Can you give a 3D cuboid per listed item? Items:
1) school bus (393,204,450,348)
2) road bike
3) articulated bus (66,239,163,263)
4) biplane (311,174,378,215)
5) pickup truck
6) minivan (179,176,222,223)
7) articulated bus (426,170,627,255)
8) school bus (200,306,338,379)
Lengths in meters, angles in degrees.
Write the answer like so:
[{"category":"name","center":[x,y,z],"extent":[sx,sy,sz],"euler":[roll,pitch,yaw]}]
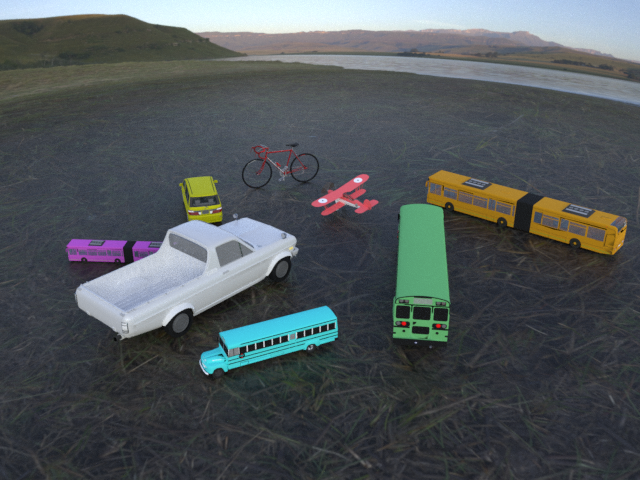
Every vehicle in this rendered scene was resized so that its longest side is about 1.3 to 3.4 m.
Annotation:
[{"category":"school bus","center":[1.411,0.317,9.834],"extent":[0.709,0.844,3.322],"euler":[3,27,6]},{"category":"road bike","center":[-0.745,-1.441,13.356],"extent":[1.545,0.852,0.358],"euler":[-9,28,-17]},{"category":"articulated bus","center":[-2.996,0.179,10.735],"extent":[1.749,0.289,0.311],"euler":[2,27,3]},{"category":"biplane","center":[0.482,-0.694,12.246],"extent":[1.336,0.504,1.090],"euler":[-23,35,-39]},{"category":"pickup truck","center":[-1.706,0.364,9.572],"extent":[1.244,0.993,3.117],"euler":[21,33,36]},{"category":"minivan","center":[-2.095,-0.783,12.299],"extent":[0.681,0.616,1.548],"euler":[-7,27,-13]},{"category":"articulated bus","center":[3.352,-0.515,11.821],"extent":[3.401,0.561,0.605],"euler":[20,33,35]},{"category":"school bus","center":[-0.614,1.221,8.477],"extent":[1.708,0.434,0.365],"euler":[-12,29,-23]}]
